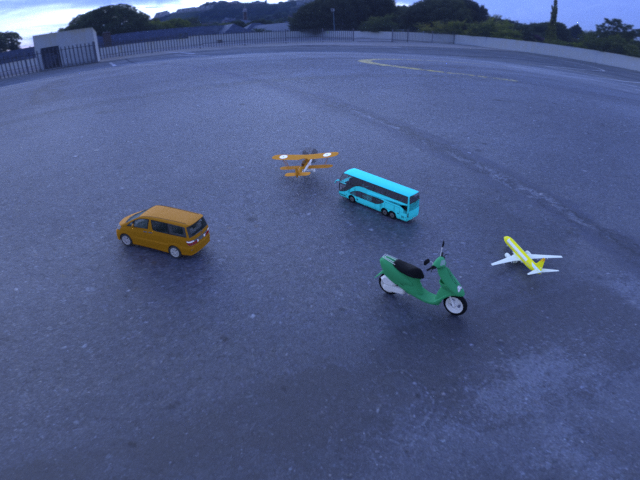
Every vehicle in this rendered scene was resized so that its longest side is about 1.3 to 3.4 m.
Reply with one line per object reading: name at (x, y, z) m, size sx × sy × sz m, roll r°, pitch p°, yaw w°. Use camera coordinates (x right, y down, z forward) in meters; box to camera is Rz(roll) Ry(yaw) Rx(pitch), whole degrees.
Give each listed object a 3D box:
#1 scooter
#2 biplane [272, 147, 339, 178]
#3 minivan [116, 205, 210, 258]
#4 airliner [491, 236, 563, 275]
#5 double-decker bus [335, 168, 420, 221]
scooter at (1.408, 0.495, 9.712) m, size 1.399 × 0.919 × 0.662 m, roll 17°, pitch 34°, yaw 27°
biplane at (-0.333, -1.437, 13.536) m, size 1.336 × 0.504 × 1.090 m, roll 7°, pitch 30°, yaw 12°
minivan at (-2.551, -0.196, 11.236) m, size 1.548 × 0.616 × 0.681 m, roll 13°, pitch 32°, yaw 21°
airliner at (3.140, 0.162, 10.794) m, size 1.161 × 0.429 × 1.307 m, roll -6°, pitch 30°, yaw -10°
double-decker bus at (1.007, -0.825, 12.421) m, size 1.672 × 0.541 × 0.389 m, roll 25°, pitch 38°, yaw 37°
